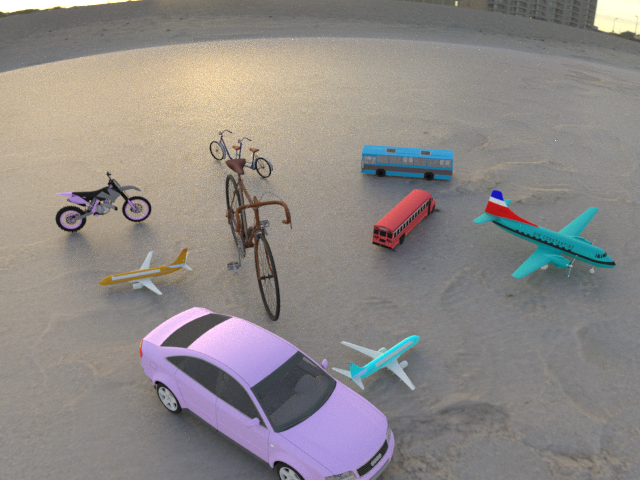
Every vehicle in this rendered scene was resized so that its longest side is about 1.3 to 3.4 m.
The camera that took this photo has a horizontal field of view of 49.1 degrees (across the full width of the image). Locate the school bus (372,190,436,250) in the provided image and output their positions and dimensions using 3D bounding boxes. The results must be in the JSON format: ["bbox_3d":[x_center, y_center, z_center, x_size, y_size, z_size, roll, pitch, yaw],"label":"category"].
[{"bbox_3d":[1.394,-0.381,11.239,0.365,0.434,1.708,18,35,27],"label":"school bus"}]

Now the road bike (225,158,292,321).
[{"bbox_3d":[-0.988,-0.180,9.722,0.696,1.656,3.004,-10,32,-16],"label":"road bike"}]

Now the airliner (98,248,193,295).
[{"bbox_3d":[-2.494,0.401,9.946,1.307,0.429,1.161,-9,32,-15],"label":"airliner"}]

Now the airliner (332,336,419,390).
[{"bbox_3d":[0.778,1.349,8.374,1.307,0.429,1.161,-26,40,-36],"label":"airliner"}]

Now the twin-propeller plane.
[{"bbox_3d":[3.397,-0.117,10.454,2.129,0.792,2.663,25,39,35],"label":"twin-propeller plane"}]

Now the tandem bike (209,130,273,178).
[{"bbox_3d":[-1.500,-1.634,13.076,1.642,0.682,0.283,22,38,32],"label":"tandem bike"}]

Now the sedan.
[{"bbox_3d":[-0.640,1.575,7.506,3.137,0.940,1.235,23,38,33],"label":"sedan"}]

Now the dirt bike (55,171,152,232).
[{"bbox_3d":[-3.471,-0.586,11.169,1.493,0.857,0.527,-9,32,-15],"label":"dirt bike"}]

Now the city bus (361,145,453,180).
[{"bbox_3d":[1.608,-1.420,12.936,1.674,0.460,0.476,5,31,8],"label":"city bus"}]
